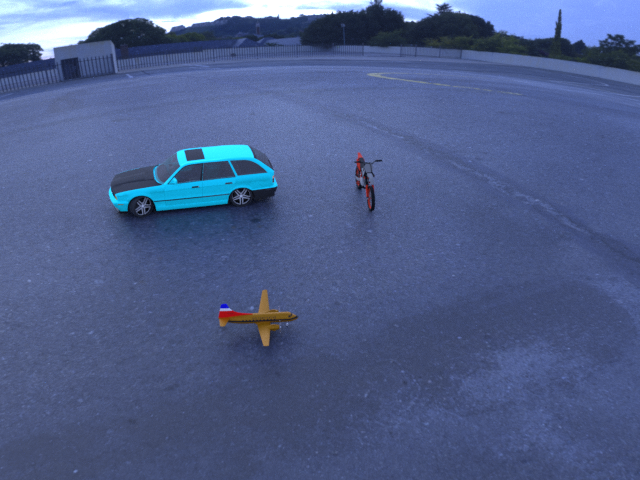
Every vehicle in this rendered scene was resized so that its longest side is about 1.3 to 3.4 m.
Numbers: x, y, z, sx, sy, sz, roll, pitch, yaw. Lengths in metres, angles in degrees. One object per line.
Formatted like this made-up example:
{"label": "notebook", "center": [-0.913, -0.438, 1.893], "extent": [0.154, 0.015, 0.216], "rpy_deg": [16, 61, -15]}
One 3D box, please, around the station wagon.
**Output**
{"label": "station wagon", "center": [-2.407, -1.191, 13.235], "extent": [3.105, 0.920, 1.327], "rpy_deg": [-7, 29, -13]}

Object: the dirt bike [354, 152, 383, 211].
{"label": "dirt bike", "center": [0.866, -1.170, 13.262], "extent": [0.527, 0.857, 1.493], "rpy_deg": [-4, 28, -8]}

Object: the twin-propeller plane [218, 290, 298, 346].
{"label": "twin-propeller plane", "center": [-0.846, 1.027, 9.614], "extent": [1.095, 0.407, 1.370], "rpy_deg": [-2, 28, -4]}
